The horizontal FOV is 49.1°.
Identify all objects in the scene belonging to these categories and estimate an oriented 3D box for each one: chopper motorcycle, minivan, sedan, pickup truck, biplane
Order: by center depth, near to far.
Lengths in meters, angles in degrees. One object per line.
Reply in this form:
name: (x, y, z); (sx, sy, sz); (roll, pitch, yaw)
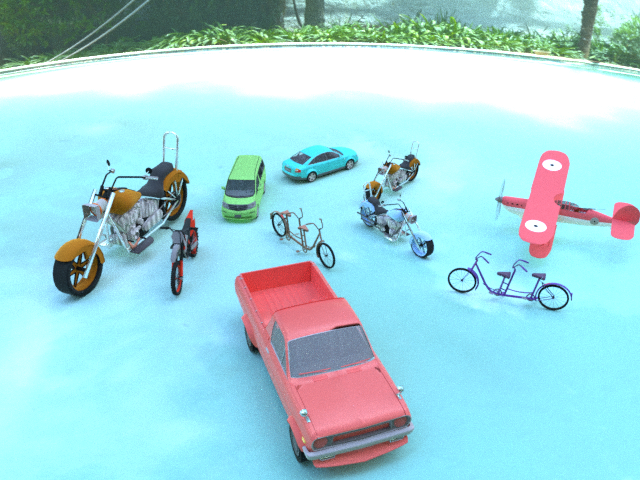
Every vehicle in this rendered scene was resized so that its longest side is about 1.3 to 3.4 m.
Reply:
pickup truck: (-0.084, 1.161, 7.941); (1.244, 0.993, 3.117); (-10, 31, -17)
chopper motorcycle: (-2.867, -0.455, 10.306); (0.906, 1.480, 3.040); (11, 31, 19)
biplane: (3.739, -0.409, 10.731); (2.120, 0.981, 2.598); (11, 31, 19)
chopper motorcycle: (1.162, -0.321, 10.799); (0.466, 0.761, 1.563); (-21, 36, -33)
minivan: (-1.293, -0.907, 11.982); (0.681, 0.616, 1.548); (2, 30, 3)
chopper motorcycle: (1.286, -1.195, 12.344); (0.466, 0.761, 1.563); (22, 36, 34)
sedan: (0.024, -1.523, 13.207); (1.613, 0.483, 0.635); (-21, 36, -33)

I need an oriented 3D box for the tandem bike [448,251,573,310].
tandem bike: (2.534, 0.540, 9.357); (1.642, 0.682, 0.283); (10, 31, 17)

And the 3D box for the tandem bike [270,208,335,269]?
tandem bike: (-0.284, -0.134, 10.549); (0.283, 0.682, 1.642); (-21, 36, -32)

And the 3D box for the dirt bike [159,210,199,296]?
dirt bike: (-1.925, 0.112, 9.936); (0.527, 0.857, 1.493); (1, 30, 3)
